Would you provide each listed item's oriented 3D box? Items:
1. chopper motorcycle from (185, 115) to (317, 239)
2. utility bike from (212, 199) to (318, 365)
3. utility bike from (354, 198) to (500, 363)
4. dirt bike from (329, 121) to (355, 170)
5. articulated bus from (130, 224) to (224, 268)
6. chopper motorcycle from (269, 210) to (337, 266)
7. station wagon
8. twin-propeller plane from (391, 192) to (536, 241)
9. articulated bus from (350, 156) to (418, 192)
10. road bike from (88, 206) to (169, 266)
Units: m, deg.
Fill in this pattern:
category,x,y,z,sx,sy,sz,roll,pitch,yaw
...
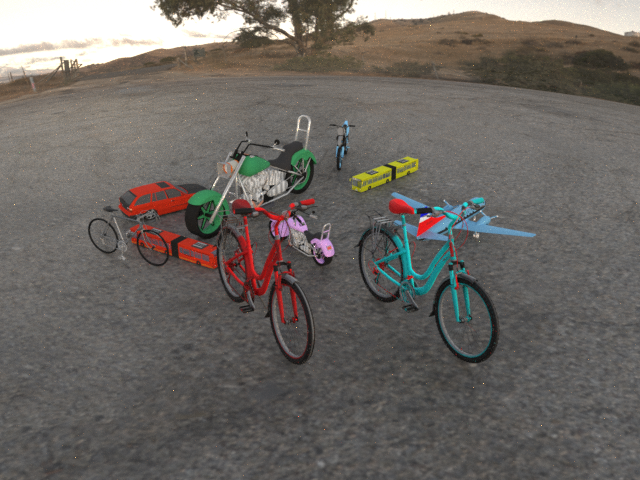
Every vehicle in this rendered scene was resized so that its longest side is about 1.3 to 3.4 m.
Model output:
category,x,y,z,sx,sy,sz,roll,pitch,yaw
chopper motorcycle,-1.122,-1.129,12.004,0.906,1.480,3.040,19,32,34
utility bike,-0.691,0.242,8.762,1.039,1.839,2.791,-14,29,-27
utility bike,1.338,0.235,8.777,1.039,1.839,2.791,-15,30,-28
dirt bike,0.480,-2.038,14.593,0.527,0.857,1.493,4,26,8
articulated bus,-2.243,0.083,10.868,1.749,0.289,0.311,15,30,29
chopper motorcycle,-0.312,-0.139,10.784,0.466,0.761,1.563,-18,31,-33
station wagon,-2.734,-0.770,12.417,1.597,0.473,0.682,-17,31,-32
twin-propeller plane,2.161,-0.432,11.355,2.663,0.792,2.129,21,33,36
articulated bus,1.289,-1.301,13.725,1.749,0.289,0.311,-23,34,-39
road bike,-2.921,-0.086,10.572,1.545,0.852,0.358,12,28,23
